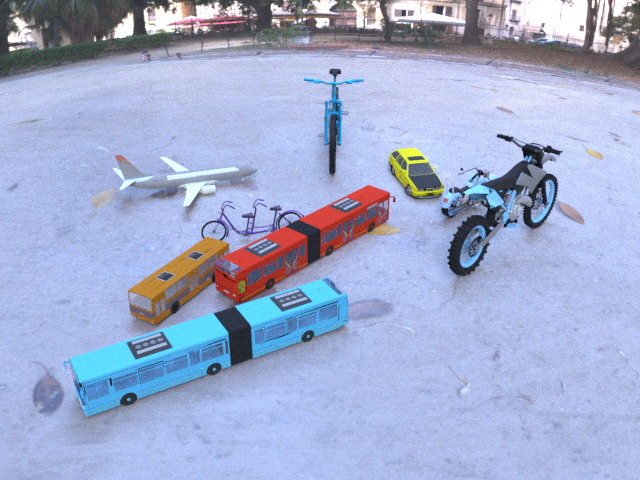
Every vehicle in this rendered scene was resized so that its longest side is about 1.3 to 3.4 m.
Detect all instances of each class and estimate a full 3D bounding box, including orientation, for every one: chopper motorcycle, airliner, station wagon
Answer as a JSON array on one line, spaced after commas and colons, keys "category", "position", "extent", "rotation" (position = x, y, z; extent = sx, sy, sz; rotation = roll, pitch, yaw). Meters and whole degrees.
[{"category": "chopper motorcycle", "position": [2.591, -0.895, 11.889], "extent": [1.563, 0.761, 0.466], "rotation": [-25, 38, -37]}, {"category": "airliner", "position": [-2.354, -1.289, 12.519], "extent": [2.541, 0.835, 2.257], "rotation": [-11, 31, -18]}, {"category": "station wagon", "position": [1.757, -1.272, 12.860], "extent": [0.682, 0.473, 1.597], "rotation": [-6, 30, -11]}]

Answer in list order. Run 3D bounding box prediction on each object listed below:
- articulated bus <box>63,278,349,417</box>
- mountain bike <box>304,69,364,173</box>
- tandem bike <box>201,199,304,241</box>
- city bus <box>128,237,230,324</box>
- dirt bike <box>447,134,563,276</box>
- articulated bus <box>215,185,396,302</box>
[{"category": "articulated bus", "position": [-1.217, 1.202, 8.336], "extent": [3.401, 0.561, 0.605], "rotation": [-16, 33, -26]}, {"category": "mountain bike", "position": [0.275, -2.497, 13.809], "extent": [1.114, 1.688, 2.857], "rotation": [1, 29, 2]}, {"category": "tandem bike", "position": [-1.043, -0.321, 10.942], "extent": [1.642, 0.682, 0.283], "rotation": [-7, 30, -13]}, {"category": "city bus", "position": [-1.885, 0.545, 9.617], "extent": [0.476, 0.460, 1.674], "rotation": [16, 33, 26]}, {"category": "dirt bike", "position": [2.830, -0.605, 10.440], "extent": [1.024, 1.666, 2.903], "rotation": [26, 38, 38]}, {"category": "articulated bus", "position": [-0.129, -0.029, 10.543], "extent": [0.605, 0.561, 3.401], "rotation": [24, 37, 36]}]
